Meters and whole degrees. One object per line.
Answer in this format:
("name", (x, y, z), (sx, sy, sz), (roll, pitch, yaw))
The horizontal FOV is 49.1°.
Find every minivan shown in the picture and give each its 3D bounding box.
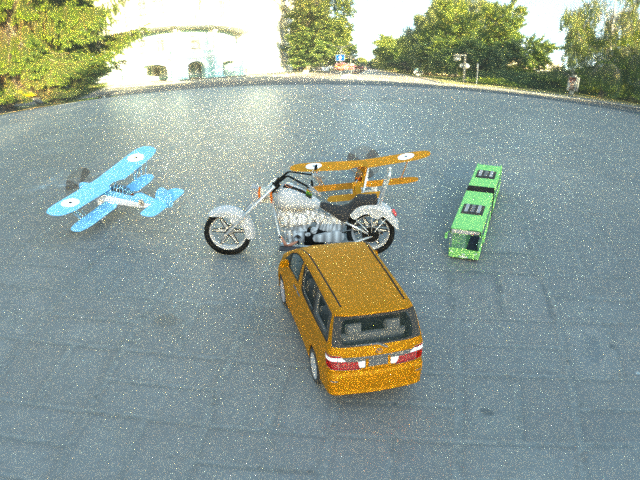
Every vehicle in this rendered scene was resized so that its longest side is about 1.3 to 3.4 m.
("minivan", (0.260, 0.691, 8.740), (1.324, 1.197, 3.011), (-6, 26, -13))

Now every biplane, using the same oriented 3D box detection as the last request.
("biplane", (-3.432, -0.753, 12.108), (2.120, 0.981, 2.598), (11, 27, 23))
("biplane", (0.680, -1.078, 12.807), (2.598, 0.981, 2.120), (3, 25, 7))

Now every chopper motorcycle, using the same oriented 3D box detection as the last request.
("chopper motorcycle", (-0.300, -0.452, 10.866), (3.040, 1.480, 0.906), (1, 25, 3))

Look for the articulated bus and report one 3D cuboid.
("articulated bus", (2.758, -0.587, 12.248), (0.605, 0.561, 3.401), (8, 26, 17))
